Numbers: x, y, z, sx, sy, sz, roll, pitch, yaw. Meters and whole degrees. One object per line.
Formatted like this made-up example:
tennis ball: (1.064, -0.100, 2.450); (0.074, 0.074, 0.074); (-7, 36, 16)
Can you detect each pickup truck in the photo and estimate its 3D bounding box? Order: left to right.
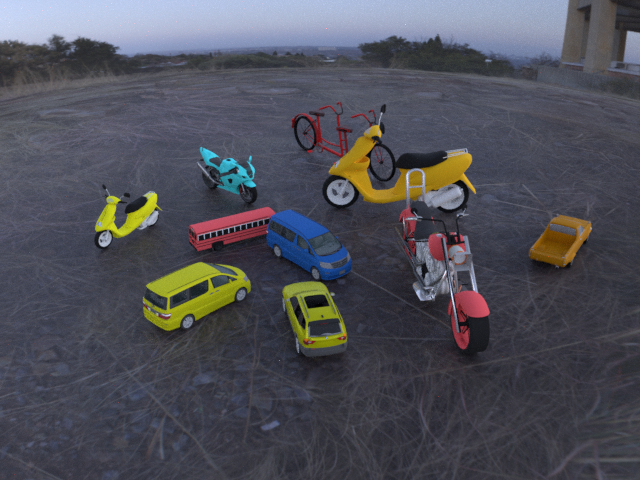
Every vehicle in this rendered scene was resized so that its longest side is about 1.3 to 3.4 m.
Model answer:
pickup truck: (3.847, -0.033, 11.140); (0.640, 0.511, 1.603); (17, 32, 29)

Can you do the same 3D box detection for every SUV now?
SUV: (-0.085, 0.939, 9.185); (0.656, 0.580, 1.572); (-6, 28, -11)

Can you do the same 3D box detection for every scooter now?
scooter: (-3.186, -0.475, 11.551); (0.662, 0.919, 1.399); (18, 33, 31)
scooter: (1.394, -1.338, 12.276); (2.721, 1.786, 1.288); (3, 27, 5)

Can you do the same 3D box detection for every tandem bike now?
tandem bike: (0.421, -2.176, 14.397); (0.550, 1.326, 3.192); (-21, 34, -35)

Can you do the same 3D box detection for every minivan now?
minivan: (-1.665, 0.679, 9.649); (0.681, 0.616, 1.548); (23, 35, 37)
minivan: (-0.174, 0.067, 10.834); (0.681, 0.616, 1.548); (-21, 34, -35)

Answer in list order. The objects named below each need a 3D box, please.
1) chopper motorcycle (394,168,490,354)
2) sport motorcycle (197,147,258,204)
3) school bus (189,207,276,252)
chopper motorcycle: (1.666, 0.202, 9.632); (0.906, 1.480, 3.040); (-5, 28, -9)
sport motorcycle: (-1.717, -1.218, 13.095); (1.520, 0.821, 0.506); (23, 35, 37)
school bus: (-1.301, -0.197, 11.540); (1.708, 0.434, 0.365); (-15, 31, -27)
